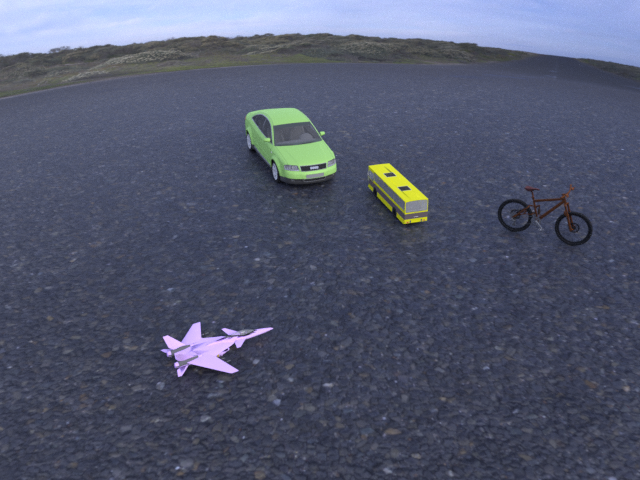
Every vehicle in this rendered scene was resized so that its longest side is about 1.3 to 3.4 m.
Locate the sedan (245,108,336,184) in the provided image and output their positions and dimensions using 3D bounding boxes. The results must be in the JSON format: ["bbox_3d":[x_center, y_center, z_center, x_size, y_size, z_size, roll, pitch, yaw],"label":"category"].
[{"bbox_3d":[-0.626,-1.992,13.792,1.235,0.940,3.137,-10,29,-18],"label":"sedan"}]

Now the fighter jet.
[{"bbox_3d":[-1.167,1.183,8.380,1.358,0.286,1.147,-15,31,-27],"label":"fighter jet"}]

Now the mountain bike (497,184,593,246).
[{"bbox_3d":[3.483,-0.418,10.835,1.469,0.868,0.573,16,31,28],"label":"mountain bike"}]

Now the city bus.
[{"bbox_3d":[1.306,-0.794,12.003,0.476,0.460,1.674,-8,29,-15],"label":"city bus"}]
